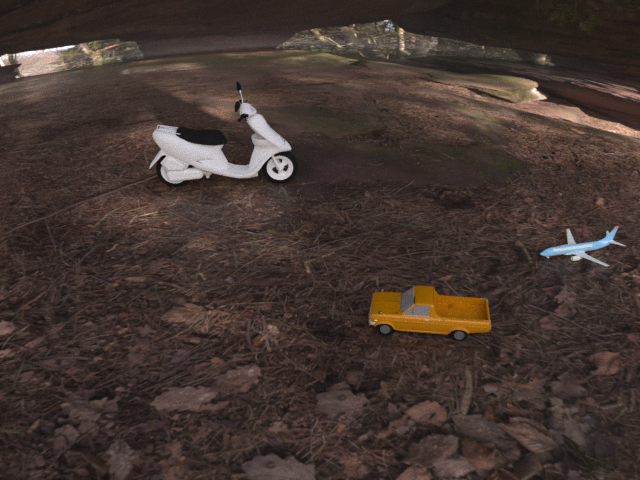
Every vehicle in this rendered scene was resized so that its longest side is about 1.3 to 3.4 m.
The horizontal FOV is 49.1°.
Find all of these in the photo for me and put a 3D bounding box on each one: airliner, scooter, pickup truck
[{"bbox_3d":[4.036,0.040,10.878,1.307,0.429,1.161,-7,31,-11],"label":"airliner"},{"bbox_3d":[-1.769,-1.817,12.726,2.721,1.786,1.288,-2,30,-4],"label":"scooter"},{"bbox_3d":[1.447,0.927,9.267,1.603,0.511,0.640,4,30,6],"label":"pickup truck"}]
